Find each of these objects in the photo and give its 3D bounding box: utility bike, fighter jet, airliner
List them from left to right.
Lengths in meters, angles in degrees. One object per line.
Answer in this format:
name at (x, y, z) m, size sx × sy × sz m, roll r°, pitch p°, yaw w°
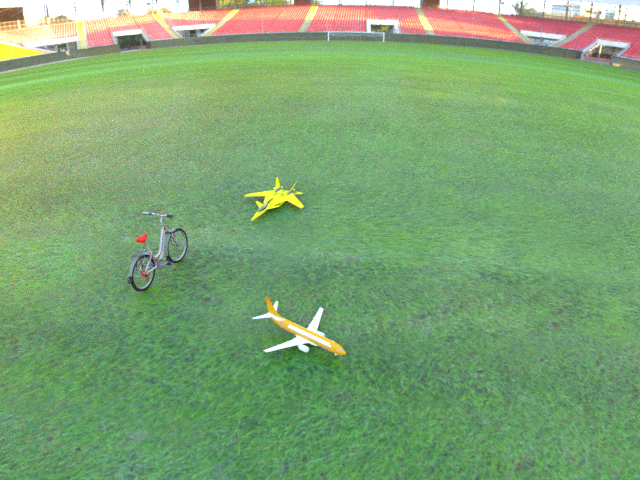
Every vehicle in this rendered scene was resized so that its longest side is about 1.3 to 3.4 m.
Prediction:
utility bike at (-2.386, 0.097, 10.095) m, size 0.535 × 0.946 × 1.435 m, roll 12°, pitch 31°, yaw 21°
fighter jet at (-0.862, -0.698, 12.208) m, size 1.147 × 0.286 × 1.358 m, roll 13°, pitch 31°, yaw 22°
airliner at (-0.207, 1.095, 8.828) m, size 1.307 × 0.429 × 1.161 m, roll 20°, pitch 35°, yaw 32°
